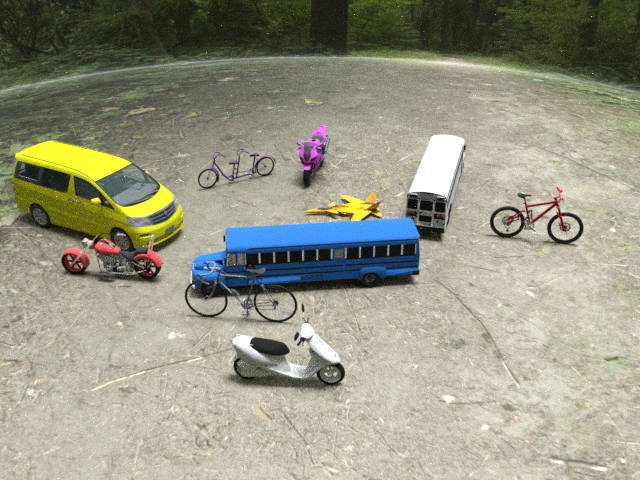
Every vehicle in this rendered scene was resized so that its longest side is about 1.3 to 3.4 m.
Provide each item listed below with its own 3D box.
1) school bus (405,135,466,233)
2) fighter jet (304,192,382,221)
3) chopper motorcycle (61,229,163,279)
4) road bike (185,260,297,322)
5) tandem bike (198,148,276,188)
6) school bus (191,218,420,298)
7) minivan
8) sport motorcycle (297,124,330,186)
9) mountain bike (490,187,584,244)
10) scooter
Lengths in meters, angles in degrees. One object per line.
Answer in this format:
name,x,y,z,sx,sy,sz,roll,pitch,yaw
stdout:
school bus,2.162,-1.143,12.738,0.709,0.844,3.322,8,30,14
fighter jet,0.385,-0.601,12.330,1.358,0.286,1.147,-3,29,-6
chopper motorcycle,-3.103,0.206,10.364,1.563,0.761,0.466,5,29,8
road bike,-1.068,0.711,9.348,1.545,0.852,0.358,4,29,7
tandem bike,-1.580,-1.428,13.428,1.642,0.682,0.283,-16,32,-26
school bus,-0.230,0.227,10.239,3.322,0.844,0.709,-3,29,-6
minivan,-3.728,-0.781,11.711,3.011,1.197,1.324,15,32,25
sport motorcycle,-0.115,-1.679,13.741,0.506,0.821,1.520,6,29,11
mountain bike,3.515,-0.378,11.318,1.469,0.868,0.573,7,29,12
scooter,-0.397,1.293,8.216,1.399,0.919,0.662,3,29,5
